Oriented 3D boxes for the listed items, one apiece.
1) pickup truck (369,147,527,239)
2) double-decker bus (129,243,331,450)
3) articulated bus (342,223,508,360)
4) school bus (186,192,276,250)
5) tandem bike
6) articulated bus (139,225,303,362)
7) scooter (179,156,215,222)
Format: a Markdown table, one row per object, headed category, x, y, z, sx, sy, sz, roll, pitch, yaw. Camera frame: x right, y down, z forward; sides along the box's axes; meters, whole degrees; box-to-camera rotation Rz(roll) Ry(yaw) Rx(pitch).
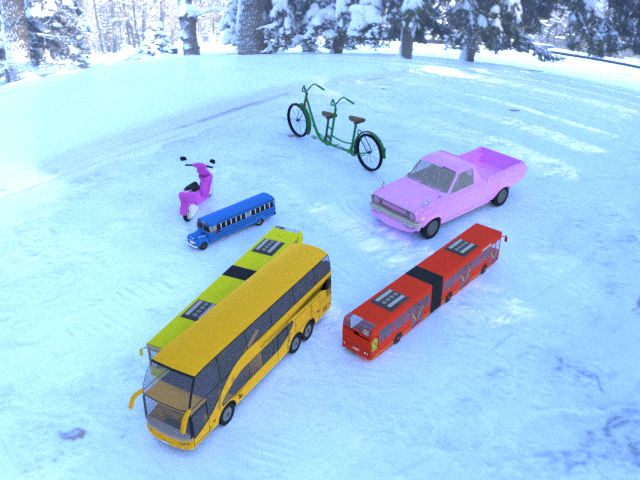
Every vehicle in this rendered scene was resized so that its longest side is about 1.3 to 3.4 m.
| category | x | y | z | sx | sy | sz | roll | pitch | yaw |
| --- | --- | --- | --- | --- | --- | --- | --- | --- | --- |
| pickup truck | 2.332 | -1.023 | 12.448 | 3.117 | 0.993 | 1.244 | -23 | 37 | -34 |
| double-decker bus | -0.901 | 1.191 | 8.497 | 0.756 | 1.052 | 3.251 | 16 | 33 | 26 |
| articulated bus | 1.569 | 0.636 | 9.968 | 0.605 | 0.561 | 3.401 | 23 | 37 | 35 |
| school bus | -1.493 | -0.329 | 11.793 | 1.708 | 0.434 | 0.365 | -26 | 39 | -38 |
| tandem bike | 0.264 | -2.420 | 14.567 | 0.550 | 1.326 | 3.192 | -22 | 36 | -33 |
| articulated bus | -1.190 | 0.769 | 9.735 | 0.605 | 0.561 | 3.401 | 13 | 32 | 22 |
| scooter | -2.193 | -0.969 | 12.428 | 0.662 | 0.919 | 1.399 | 6 | 30 | 11 |
